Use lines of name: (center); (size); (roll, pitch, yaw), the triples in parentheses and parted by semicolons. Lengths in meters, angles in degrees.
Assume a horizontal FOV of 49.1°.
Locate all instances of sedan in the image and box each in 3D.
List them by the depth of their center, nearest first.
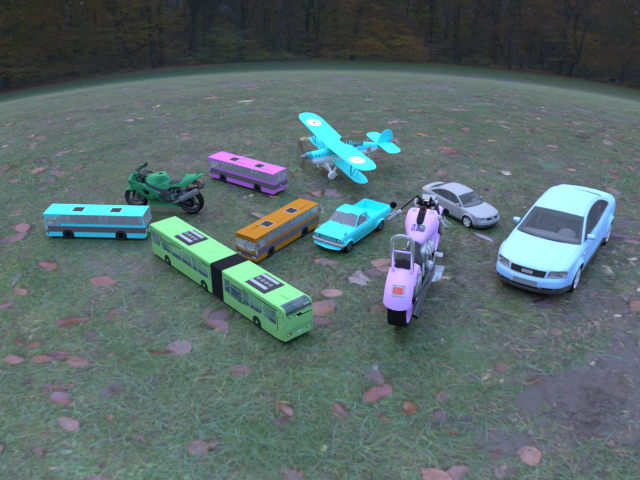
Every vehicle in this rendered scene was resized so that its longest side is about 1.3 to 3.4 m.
sedan: (3.717, -0.175, 10.850); (1.235, 0.940, 3.137); (17, 31, 29)
sedan: (2.473, -0.679, 12.361); (0.635, 0.483, 1.613); (-17, 31, -30)

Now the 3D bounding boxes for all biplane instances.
biplane: (0.578, -1.785, 14.009); (2.120, 0.981, 2.598); (-14, 30, -25)

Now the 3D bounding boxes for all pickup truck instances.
pickup truck: (0.555, -0.314, 11.606); (0.640, 0.511, 1.603); (18, 32, 31)

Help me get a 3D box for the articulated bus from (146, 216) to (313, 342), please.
articulated bus: (-1.380, 0.462, 10.004); (0.605, 0.561, 3.401); (-22, 34, -36)

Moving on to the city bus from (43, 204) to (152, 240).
city bus: (-3.671, -0.295, 11.625); (1.674, 0.460, 0.476); (1, 27, 3)

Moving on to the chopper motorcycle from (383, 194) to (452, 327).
chopper motorcycle: (1.401, 0.015, 9.871); (0.906, 1.480, 3.040); (8, 28, 16)

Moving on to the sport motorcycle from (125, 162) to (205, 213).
sport motorcycle: (-2.767, -0.894, 12.415); (1.520, 0.821, 0.506); (5, 27, 10)

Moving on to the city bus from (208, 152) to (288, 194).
city bus: (-1.416, -1.294, 13.612); (1.674, 0.460, 0.476); (18, 32, 31)

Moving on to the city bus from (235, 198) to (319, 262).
city bus: (-0.660, -0.163, 11.362); (0.476, 0.460, 1.674); (18, 32, 31)
